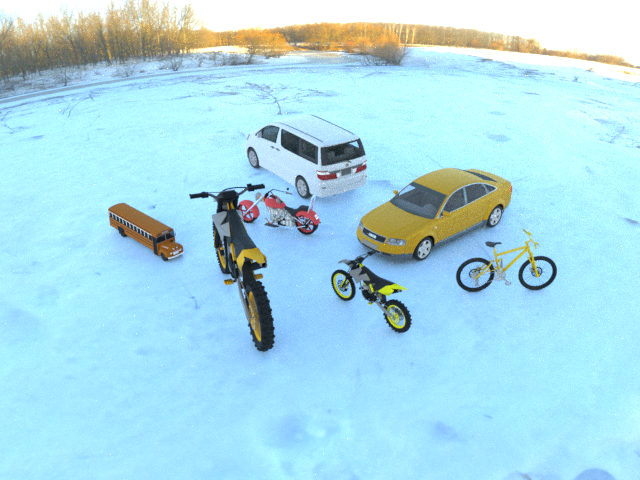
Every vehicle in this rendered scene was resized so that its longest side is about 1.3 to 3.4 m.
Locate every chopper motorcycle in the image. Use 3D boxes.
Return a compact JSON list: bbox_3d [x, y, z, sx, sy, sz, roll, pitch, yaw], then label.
[{"bbox_3d":[-0.721,-0.535,11.817,1.563,0.761,0.466,13,31,23],"label":"chopper motorcycle"}]

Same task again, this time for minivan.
[{"bbox_3d":[-0.362,-1.786,13.714,1.324,1.197,3.011,-18,33,-30],"label":"minivan"}]

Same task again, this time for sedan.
[{"bbox_3d":[1.958,-0.573,11.697,3.137,0.940,1.235,-22,35,-35],"label":"sedan"}]

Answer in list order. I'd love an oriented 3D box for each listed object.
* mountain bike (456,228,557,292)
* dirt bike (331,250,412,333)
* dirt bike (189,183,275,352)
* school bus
[{"bbox_3d":[2.690,0.356,10.018,1.469,0.868,0.573,-1,28,-3],"label":"mountain bike"},{"bbox_3d":[0.667,0.654,9.467,0.527,0.857,1.493,-23,36,-36],"label":"dirt bike"},{"bbox_3d":[-1.126,0.184,9.490,1.024,1.666,2.903,-10,29,-18],"label":"dirt bike"},{"bbox_3d":[-2.845,-0.145,11.429,1.708,0.434,0.365,24,36,38],"label":"school bus"}]
